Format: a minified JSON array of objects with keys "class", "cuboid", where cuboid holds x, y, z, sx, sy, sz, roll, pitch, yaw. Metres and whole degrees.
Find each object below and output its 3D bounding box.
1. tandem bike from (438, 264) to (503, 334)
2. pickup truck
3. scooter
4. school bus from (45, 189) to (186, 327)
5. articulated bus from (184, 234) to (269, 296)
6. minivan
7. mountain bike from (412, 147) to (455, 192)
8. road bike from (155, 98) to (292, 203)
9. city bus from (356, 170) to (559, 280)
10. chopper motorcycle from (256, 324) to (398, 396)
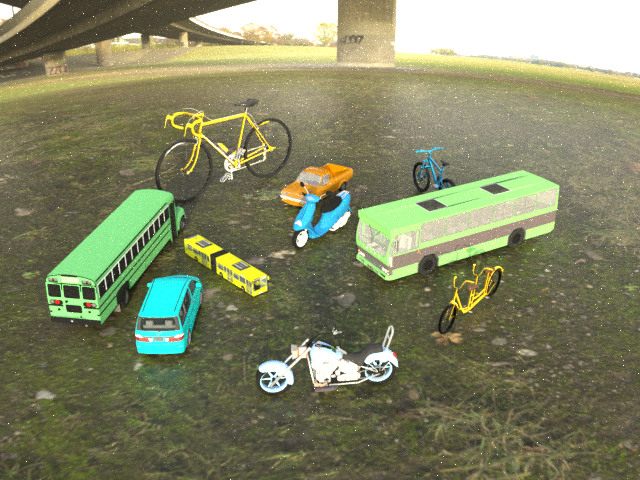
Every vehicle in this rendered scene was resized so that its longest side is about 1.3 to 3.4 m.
[{"class":"tandem bike","cuboid":[1.977,0.646,9.022,0.283,0.682,1.642,20,33,35]},{"class":"pickup truck","cuboid":[-0.036,-1.046,12.633,0.640,0.511,1.603,16,31,30]},{"class":"scooter","cuboid":[0.041,-0.460,10.988,0.662,0.919,1.399,21,33,36]},{"class":"school bus","cuboid":[-2.746,0.082,9.979,0.709,0.844,3.322,4,27,8]},{"class":"articulated bus","cuboid":[-1.379,0.343,10.077,0.311,0.289,1.749,-22,34,-37]},{"class":"minivan","cuboid":[-1.865,0.815,8.756,0.681,0.616,1.548,0,26,0]},{"class":"mountain bike","cuboid":[2.032,-1.107,12.351,0.573,0.868,1.469,-11,28,-20]},{"class":"road bike","cuboid":[-1.668,-1.690,12.641,3.004,1.656,0.696,-22,34,-37]},{"class":"city bus","cuboid":[2.120,-0.240,10.572,3.255,0.894,0.926,-15,30,-27]},{"class":"chopper motorcycle","cuboid":[0.081,1.305,7.602,1.563,0.761,0.466,-3,27,-7]}]
